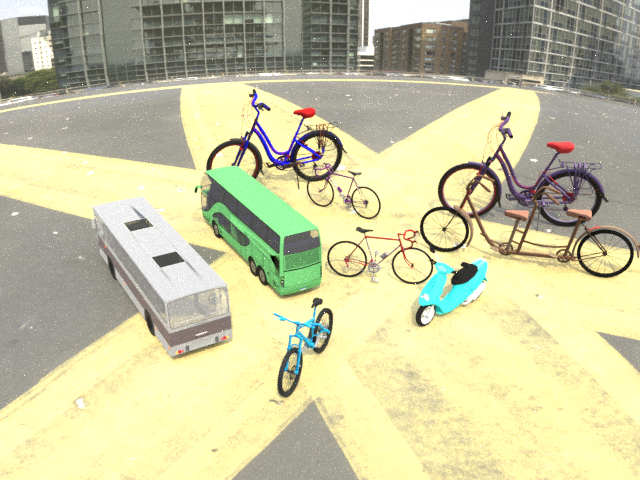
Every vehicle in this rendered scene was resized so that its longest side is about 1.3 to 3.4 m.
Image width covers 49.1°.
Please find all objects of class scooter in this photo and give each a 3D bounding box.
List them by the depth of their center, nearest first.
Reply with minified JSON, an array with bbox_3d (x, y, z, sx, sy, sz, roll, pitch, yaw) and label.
[{"bbox_3d":[1.777,0.553,9.272,1.399,0.919,0.662,-20,33,-35],"label":"scooter"}]

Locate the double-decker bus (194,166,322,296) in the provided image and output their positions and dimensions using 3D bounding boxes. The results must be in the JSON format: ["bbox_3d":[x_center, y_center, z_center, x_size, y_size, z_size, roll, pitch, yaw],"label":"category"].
[{"bbox_3d":[-1.016,-0.262,10.782,0.756,1.052,3.251,-14,29,-26],"label":"double-decker bus"}]

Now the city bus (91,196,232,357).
[{"bbox_3d":[-2.249,0.410,9.592,0.926,0.894,3.255,-15,30,-27],"label":"city bus"}]

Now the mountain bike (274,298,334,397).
[{"bbox_3d":[-0.151,1.150,8.114,0.573,0.868,1.469,11,28,21],"label":"mountain bike"}]

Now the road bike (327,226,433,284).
[{"bbox_3d":[0.858,0.210,10.047,1.545,0.852,0.358,6,27,11],"label":"road bike"}]

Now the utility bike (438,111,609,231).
[{"bbox_3d":[3.370,-1.063,11.521,2.791,1.839,1.039,5,27,10],"label":"utility bike"}]

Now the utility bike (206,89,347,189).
[{"bbox_3d":[-0.744,-1.813,13.049,2.791,1.839,1.039,-9,27,-17],"label":"utility bike"}]

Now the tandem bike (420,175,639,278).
[{"bbox_3d":[3.066,-0.219,10.384,3.192,1.326,0.550,9,28,18],"label":"tandem bike"}]

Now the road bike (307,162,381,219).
[{"bbox_3d":[0.398,-0.873,12.255,1.545,0.852,0.358,17,31,30],"label":"road bike"}]
